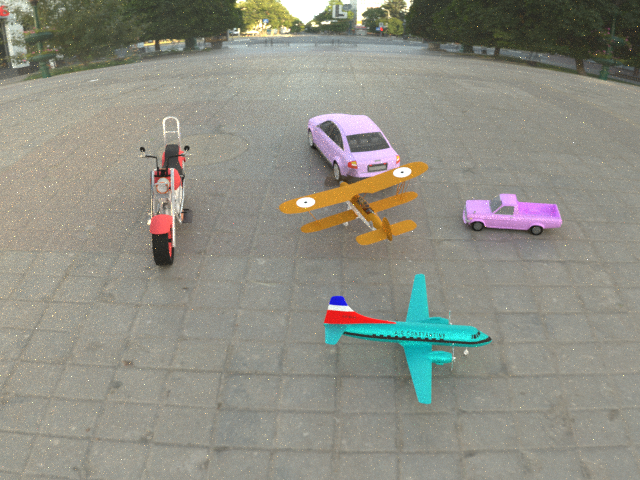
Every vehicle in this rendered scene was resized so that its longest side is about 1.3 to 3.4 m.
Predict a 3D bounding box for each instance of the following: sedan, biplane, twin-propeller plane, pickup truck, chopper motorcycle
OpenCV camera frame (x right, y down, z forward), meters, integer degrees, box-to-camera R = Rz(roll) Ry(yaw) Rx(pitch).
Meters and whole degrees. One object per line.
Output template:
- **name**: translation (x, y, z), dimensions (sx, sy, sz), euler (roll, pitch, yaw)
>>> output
- **sedan**: translation (0.608, -2.038, 14.146), dimensions (1.235, 0.940, 3.137), euler (-9, 31, -15)
- **biplane**: translation (0.684, -0.481, 11.378), dimensions (2.598, 0.981, 2.120), euler (-10, 31, -17)
- **twin-propeller plane**: translation (1.106, 1.084, 8.827), dimensions (2.129, 0.792, 2.663), euler (3, 30, 5)
- **pickup truck**: translation (3.242, -0.470, 11.831), dimensions (1.603, 0.511, 0.640), euler (4, 30, 7)
- **chopper motorcycle**: translation (-2.519, -0.871, 11.557), dimensions (0.906, 1.480, 3.040), euler (-3, 30, -5)
